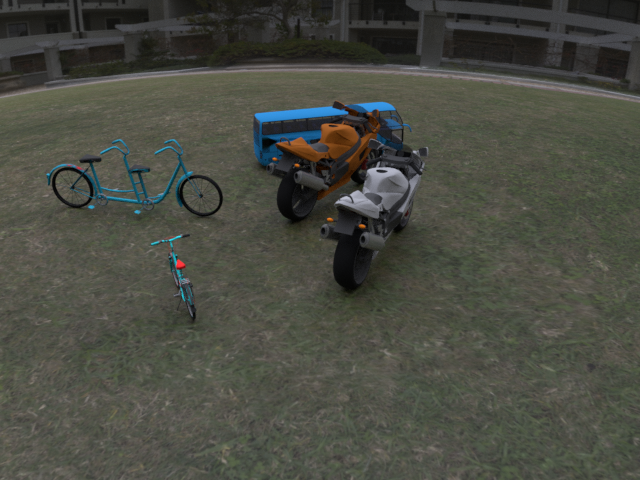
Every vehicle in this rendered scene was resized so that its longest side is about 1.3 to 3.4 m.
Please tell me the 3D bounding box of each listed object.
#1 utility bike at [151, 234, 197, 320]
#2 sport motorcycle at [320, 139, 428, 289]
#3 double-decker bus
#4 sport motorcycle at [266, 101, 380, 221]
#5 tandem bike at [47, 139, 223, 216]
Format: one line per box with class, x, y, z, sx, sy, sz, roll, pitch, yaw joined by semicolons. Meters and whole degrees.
utility bike;-1.941;0.455;9.471;0.535;0.946;1.435;-11;29;-20
sport motorcycle;0.887;-0.466;10.541;0.983;1.596;2.955;12;30;22
double-decker bus;0.250;-2.192;14.461;3.251;1.052;0.756;-8;28;-15
sport motorcycle;0.198;-1.441;12.420;0.983;1.596;2.955;19;33;32
tandem bike;-3.227;-1.084;12.026;3.192;1.326;0.550;4;28;8
